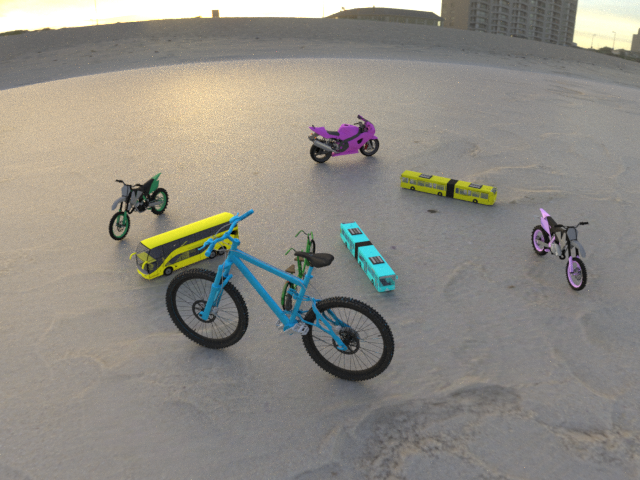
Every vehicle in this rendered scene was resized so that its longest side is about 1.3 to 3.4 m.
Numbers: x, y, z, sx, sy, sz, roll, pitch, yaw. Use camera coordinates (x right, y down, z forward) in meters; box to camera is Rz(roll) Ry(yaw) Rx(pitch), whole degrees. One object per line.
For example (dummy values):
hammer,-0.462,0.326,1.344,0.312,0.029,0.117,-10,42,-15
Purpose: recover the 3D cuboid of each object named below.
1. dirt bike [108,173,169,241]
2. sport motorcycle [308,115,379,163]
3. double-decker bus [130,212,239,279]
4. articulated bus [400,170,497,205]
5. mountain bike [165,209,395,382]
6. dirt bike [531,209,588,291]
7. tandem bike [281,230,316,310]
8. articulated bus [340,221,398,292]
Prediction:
dirt bike,-2.927,-0.604,11.319,0.527,0.857,1.493,12,31,22
sport motorcycle,0.490,-1.993,13.952,1.520,0.821,0.506,-10,30,-17
double-decker bus,-1.967,0.085,10.366,1.672,0.541,0.389,-22,35,-35
articulated bus,2.280,-0.945,12.557,1.749,0.289,0.311,14,31,25
mountain bike,-0.525,0.708,7.986,2.857,1.688,1.114,10,30,18
dirt bike,3.453,0.069,10.060,0.527,0.857,1.493,-6,29,-11
tandem bike,-0.289,0.351,9.718,0.283,0.682,1.642,7,29,13
articulated bus,0.683,0.217,10.386,0.311,0.289,1.749,-8,29,-15
